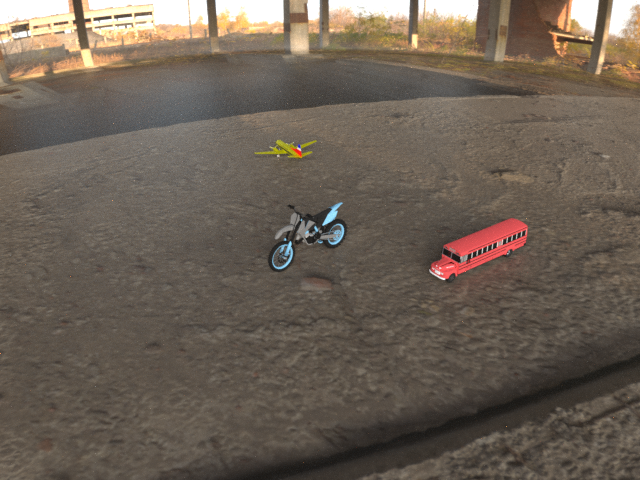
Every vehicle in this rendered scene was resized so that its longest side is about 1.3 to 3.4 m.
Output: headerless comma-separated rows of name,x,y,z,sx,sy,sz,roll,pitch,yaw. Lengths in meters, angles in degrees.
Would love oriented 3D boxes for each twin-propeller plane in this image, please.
twin-propeller plane,-0.616,-1.812,13.648,1.370,0.407,1.095,-15,32,-26

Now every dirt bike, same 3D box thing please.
dirt bike,-0.152,-0.097,10.056,1.493,0.857,0.527,-24,37,-36

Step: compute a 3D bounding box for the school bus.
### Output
school bus,2.289,0.135,10.072,1.708,0.434,0.365,-19,34,-31
